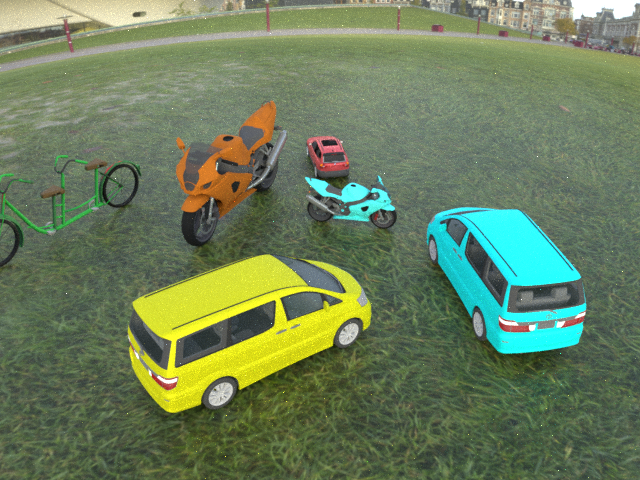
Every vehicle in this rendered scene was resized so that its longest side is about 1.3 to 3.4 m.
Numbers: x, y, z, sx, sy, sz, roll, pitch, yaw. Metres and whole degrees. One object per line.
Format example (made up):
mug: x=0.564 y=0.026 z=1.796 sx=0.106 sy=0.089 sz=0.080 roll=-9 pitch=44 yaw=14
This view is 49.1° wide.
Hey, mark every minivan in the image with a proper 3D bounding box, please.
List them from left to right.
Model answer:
minivan: x=-0.755 y=0.910 z=8.463 sx=3.011 sy=1.197 sz=1.324 roll=-21 pitch=37 yaw=-30
minivan: x=2.411 y=0.264 z=9.529 sx=1.324 sy=1.197 sz=3.011 roll=-6 pitch=32 yaw=-9

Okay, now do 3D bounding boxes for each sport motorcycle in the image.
sport motorcycle: x=-1.430 y=-1.138 z=11.459 sx=0.983 sy=1.596 sz=2.955 roll=13 pitch=33 yaw=20
sport motorcycle: x=0.501 y=-0.612 z=11.339 sx=1.520 sy=0.821 sz=0.506 roll=7 pitch=32 yaw=11

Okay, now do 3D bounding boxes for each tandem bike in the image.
tandem bike: x=-4.046 y=-0.675 z=10.956 sx=0.550 sy=1.326 sz=3.192 roll=20 pitch=37 yaw=30

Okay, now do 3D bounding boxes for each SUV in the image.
SUV: x=0.144 y=-1.669 z=13.318 sx=0.656 sy=0.580 sz=1.572 roll=-5 pitch=32 yaw=-9
